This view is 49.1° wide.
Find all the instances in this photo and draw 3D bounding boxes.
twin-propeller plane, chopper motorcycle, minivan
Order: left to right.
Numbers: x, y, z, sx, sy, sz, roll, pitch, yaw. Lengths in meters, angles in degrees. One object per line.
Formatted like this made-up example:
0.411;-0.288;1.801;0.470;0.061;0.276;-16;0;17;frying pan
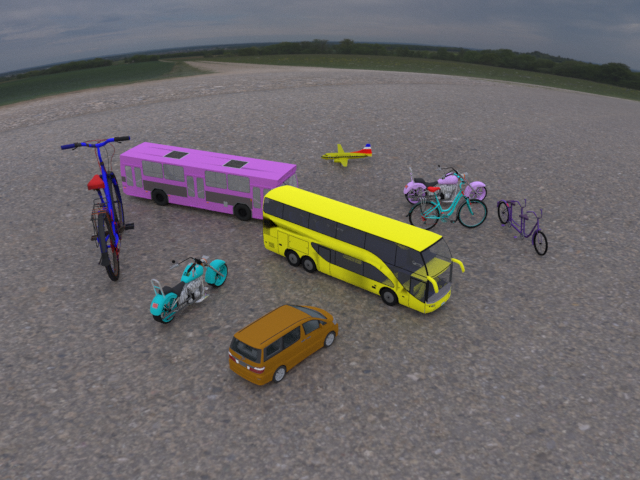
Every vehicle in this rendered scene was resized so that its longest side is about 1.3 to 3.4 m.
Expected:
-1.799;0.568;9.756;0.466;0.761;1.563;14;30;25;chopper motorcycle
-0.414;1.189;8.704;0.681;0.616;1.548;21;34;35;minivan
0.560;-1.835;14.830;1.095;0.407;1.370;-2;27;-4;twin-propeller plane
2.311;-1.010;12.834;1.563;0.761;0.466;-3;27;-7;chopper motorcycle

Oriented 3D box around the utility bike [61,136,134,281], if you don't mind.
-3.377;-0.591;10.834;1.039;1.839;2.791;-5;28;-10;utility bike

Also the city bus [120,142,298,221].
-2.039;-1.048;12.761;3.255;0.894;0.926;11;29;20;city bus

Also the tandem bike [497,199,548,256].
3.350;-0.341;11.616;0.283;0.682;1.642;-7;28;-13;tandem bike

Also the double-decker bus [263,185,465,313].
0.512;0.101;10.348;3.251;1.052;0.756;20;34;34;double-decker bus

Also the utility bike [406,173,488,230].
2.158;-0.634;11.898;1.435;0.946;0.535;-3;27;-6;utility bike
